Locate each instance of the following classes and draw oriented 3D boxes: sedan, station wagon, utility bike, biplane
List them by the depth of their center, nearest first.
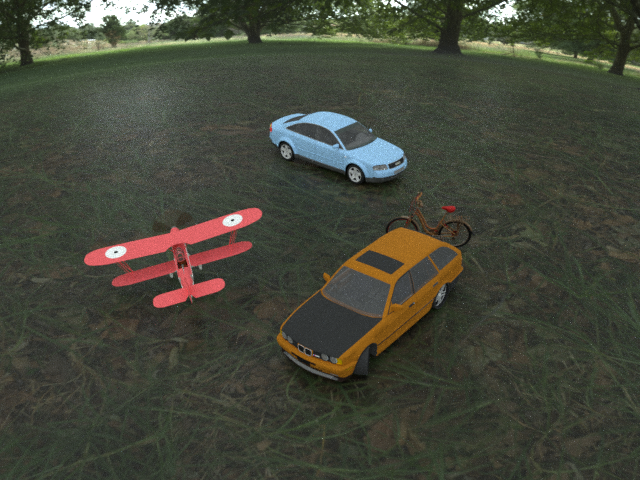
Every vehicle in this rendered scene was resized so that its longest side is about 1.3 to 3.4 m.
[{"bbox_3d":[0.751,0.704,9.481,1.327,0.920,3.105,21,36,33],"label":"station wagon"},{"bbox_3d":[-2.026,0.333,10.074,2.598,0.981,2.120,-8,31,-14],"label":"biplane"},{"bbox_3d":[1.772,-0.270,11.175,1.435,0.946,0.535,4,30,6],"label":"utility bike"},{"bbox_3d":[0.337,-1.996,14.228,3.137,0.940,1.235,23,37,34],"label":"sedan"}]
